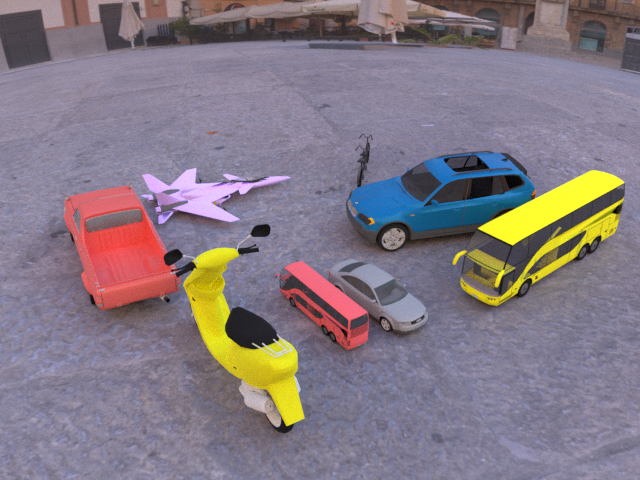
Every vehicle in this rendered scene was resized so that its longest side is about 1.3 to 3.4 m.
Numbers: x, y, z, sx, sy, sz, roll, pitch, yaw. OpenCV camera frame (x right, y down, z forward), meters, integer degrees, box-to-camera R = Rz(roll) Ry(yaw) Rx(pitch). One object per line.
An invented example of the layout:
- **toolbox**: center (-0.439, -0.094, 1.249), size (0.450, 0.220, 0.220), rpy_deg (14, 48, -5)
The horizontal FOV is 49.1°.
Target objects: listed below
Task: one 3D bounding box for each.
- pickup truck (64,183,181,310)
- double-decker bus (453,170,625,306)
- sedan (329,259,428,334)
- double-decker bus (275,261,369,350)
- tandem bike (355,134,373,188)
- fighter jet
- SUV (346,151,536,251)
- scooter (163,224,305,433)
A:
- **pickup truck**: center (-2.984, -0.044, 10.263), size (1.244, 0.993, 3.117), rpy_deg (-14, 33, -21)
- **double-decker bus**: center (3.290, -0.063, 10.237), size (3.251, 1.052, 0.756), rpy_deg (-24, 38, -34)
- **sedan**: center (0.777, 0.703, 9.509), size (0.635, 0.483, 1.613), rpy_deg (-23, 38, -33)
- **double-decker bus**: center (0.011, 0.817, 9.263), size (0.389, 0.541, 1.672), rpy_deg (-20, 36, -30)
- **tandem bike**: center (0.814, -1.501, 13.007), size (0.283, 0.682, 1.642), rpy_deg (5, 31, 9)
- **fighter jet**: center (-1.715, -0.987, 12.268), size (2.640, 0.557, 2.229), rpy_deg (-15, 34, -23)
- **SUV**: center (1.950, -0.708, 11.243), size (3.058, 1.128, 1.276), rpy_deg (-7, 32, -12)
- **scooter**: center (-0.960, 0.877, 7.947), size (1.288, 1.786, 2.721), rpy_deg (-18, 35, -27)
